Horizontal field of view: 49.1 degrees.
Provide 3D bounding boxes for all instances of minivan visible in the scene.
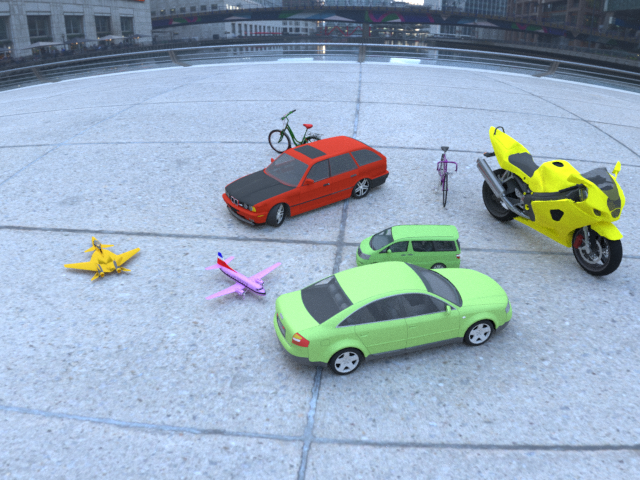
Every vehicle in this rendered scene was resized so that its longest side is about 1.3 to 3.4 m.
[{"bbox_3d":[1.321,0.126,10.515,1.548,0.616,0.681,0,29,0],"label":"minivan"}]

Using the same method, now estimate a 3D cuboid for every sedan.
[{"bbox_3d":[0.971,0.824,8.913,3.137,0.940,1.235,-9,30,-16],"label":"sedan"}]

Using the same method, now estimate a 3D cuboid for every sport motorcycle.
[{"bbox_3d":[3.569,-0.659,10.924,0.983,1.596,2.955,-14,32,-24],"label":"sport motorcycle"}]

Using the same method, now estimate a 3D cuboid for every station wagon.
[{"bbox_3d":[-0.236,-1.145,12.507,3.105,0.920,1.327,-20,35,-32],"label":"station wagon"}]

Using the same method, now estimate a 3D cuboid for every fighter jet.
[{"bbox_3d":[-3.384,0.157,10.800,1.147,0.286,1.358,-14,32,-24],"label":"fighter jet"}]

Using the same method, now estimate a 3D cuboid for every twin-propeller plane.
[{"bbox_3d":[-1.140,0.513,10.029,1.370,0.407,1.095,-26,38,-38],"label":"twin-propeller plane"}]

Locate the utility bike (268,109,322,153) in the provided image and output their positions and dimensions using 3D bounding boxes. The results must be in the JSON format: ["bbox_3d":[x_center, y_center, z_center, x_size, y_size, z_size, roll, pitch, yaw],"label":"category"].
[{"bbox_3d":[-0.475,-2.096,14.206,1.435,0.946,0.535,15,32,24],"label":"utility bike"}]

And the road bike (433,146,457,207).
[{"bbox_3d":[2.253,-1.214,12.704,0.358,0.852,1.545,3,29,5],"label":"road bike"}]
